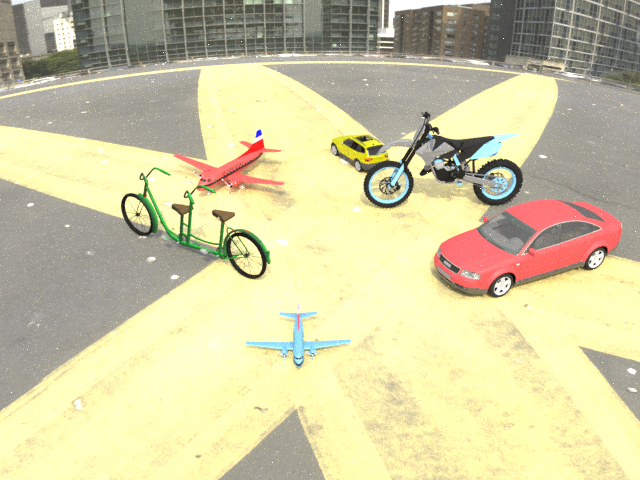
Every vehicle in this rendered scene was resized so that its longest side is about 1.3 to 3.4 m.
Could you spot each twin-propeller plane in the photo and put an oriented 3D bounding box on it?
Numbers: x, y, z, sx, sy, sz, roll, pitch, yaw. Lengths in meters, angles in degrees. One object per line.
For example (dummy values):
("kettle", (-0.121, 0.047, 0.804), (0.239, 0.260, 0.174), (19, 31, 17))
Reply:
("twin-propeller plane", (-0.281, 1.245, 9.120), (1.370, 0.407, 1.095), (-1, 29, -2))
("twin-propeller plane", (-1.701, -1.500, 13.605), (2.663, 0.792, 2.129), (17, 34, 27))

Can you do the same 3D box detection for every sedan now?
("sedan", (3.231, -0.009, 10.804), (3.137, 0.940, 1.235), (-13, 32, -22))

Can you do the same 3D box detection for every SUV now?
("SUV", (0.817, -1.909, 14.548), (0.656, 0.580, 1.572), (-15, 33, -25))

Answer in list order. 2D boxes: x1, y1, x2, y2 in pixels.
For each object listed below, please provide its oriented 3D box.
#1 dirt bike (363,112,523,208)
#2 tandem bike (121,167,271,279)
("dirt bike", (2.225, -1.337, 12.424), (2.903, 1.666, 1.024), (-2, 29, -3))
("tandem bike", (-2.051, -0.318, 10.961), (3.192, 1.326, 0.550), (19, 34, 30))
